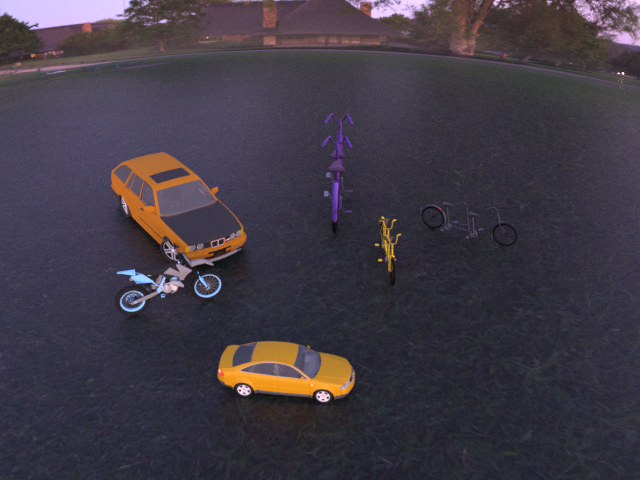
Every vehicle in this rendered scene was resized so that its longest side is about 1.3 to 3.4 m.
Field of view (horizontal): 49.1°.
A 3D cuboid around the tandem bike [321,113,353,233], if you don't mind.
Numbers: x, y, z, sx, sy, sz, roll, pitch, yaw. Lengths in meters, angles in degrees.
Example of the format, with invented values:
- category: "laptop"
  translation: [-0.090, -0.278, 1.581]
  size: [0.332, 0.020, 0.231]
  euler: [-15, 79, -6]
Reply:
- category: "tandem bike"
  translation: [0.309, -1.308, 12.231]
  size: [0.550, 1.326, 3.192]
  euler: [2, 30, 3]

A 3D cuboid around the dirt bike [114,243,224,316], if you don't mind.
- category: "dirt bike"
  translation: [-2.044, 0.551, 9.484]
  size: [1.493, 0.857, 0.527]
  euler: [-10, 32, -17]

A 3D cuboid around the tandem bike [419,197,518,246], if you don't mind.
- category: "tandem bike"
  translation: [2.371, -0.353, 11.224]
  size: [1.642, 0.682, 0.283]
  euler: [16, 34, 25]

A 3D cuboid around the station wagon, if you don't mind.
- category: "station wagon"
  translation: [-2.382, -0.629, 11.461]
  size: [1.327, 0.920, 3.105]
  euler: [-19, 35, -30]

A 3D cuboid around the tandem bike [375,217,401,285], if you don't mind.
- category: "tandem bike"
  translation: [1.024, 0.027, 10.566]
  size: [0.283, 0.682, 1.642]
  euler: [-1, 30, -2]

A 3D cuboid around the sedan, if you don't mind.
- category: "sedan"
  translation: [-0.396, 1.496, 8.224]
  size: [1.613, 0.483, 0.635]
  euler: [4, 30, 6]
